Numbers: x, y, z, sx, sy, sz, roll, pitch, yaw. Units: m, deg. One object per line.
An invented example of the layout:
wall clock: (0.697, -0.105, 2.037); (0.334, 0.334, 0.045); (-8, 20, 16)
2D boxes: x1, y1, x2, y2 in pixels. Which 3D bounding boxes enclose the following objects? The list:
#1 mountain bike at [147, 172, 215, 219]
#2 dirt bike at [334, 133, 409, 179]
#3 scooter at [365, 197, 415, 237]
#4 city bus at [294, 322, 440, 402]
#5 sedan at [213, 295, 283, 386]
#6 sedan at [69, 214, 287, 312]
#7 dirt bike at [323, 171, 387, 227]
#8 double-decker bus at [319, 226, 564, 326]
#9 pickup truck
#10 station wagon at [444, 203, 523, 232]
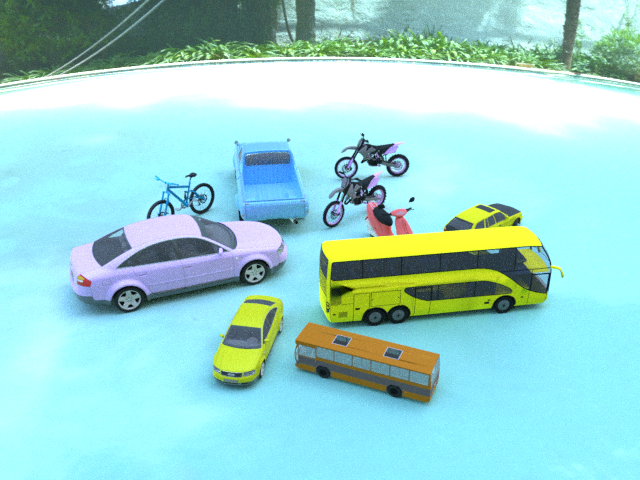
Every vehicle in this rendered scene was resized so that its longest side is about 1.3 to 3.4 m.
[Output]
mountain bike: (-2.351, -0.696, 11.842); (0.573, 0.868, 1.469); (21, 34, 34)
dirt bike: (1.017, -1.597, 13.553); (1.493, 0.857, 0.527); (-4, 28, -8)
scooter: (1.091, -0.259, 10.961); (0.662, 0.919, 1.399); (-13, 31, -23)
city bus: (0.541, 1.442, 8.241); (1.674, 0.460, 0.476); (11, 30, 20)
sedan: (-0.879, 1.172, 8.725); (0.635, 0.483, 1.613); (5, 28, 9)
sedan: (-2.003, 0.168, 10.133); (3.137, 0.940, 1.235); (-11, 30, -20)
dirt bike: (0.619, -0.760, 11.973); (1.493, 0.857, 0.527); (-23, 35, -36)
double-decker bus: (1.607, 0.457, 9.468); (3.251, 1.052, 0.756); (-4, 28, -8)
pickup truck: (-0.940, -1.188, 12.637); (1.244, 0.993, 3.117); (-4, 28, -7)
station wagon: (2.723, -0.321, 11.555); (1.597, 0.473, 0.682); (-24, 36, -37)
